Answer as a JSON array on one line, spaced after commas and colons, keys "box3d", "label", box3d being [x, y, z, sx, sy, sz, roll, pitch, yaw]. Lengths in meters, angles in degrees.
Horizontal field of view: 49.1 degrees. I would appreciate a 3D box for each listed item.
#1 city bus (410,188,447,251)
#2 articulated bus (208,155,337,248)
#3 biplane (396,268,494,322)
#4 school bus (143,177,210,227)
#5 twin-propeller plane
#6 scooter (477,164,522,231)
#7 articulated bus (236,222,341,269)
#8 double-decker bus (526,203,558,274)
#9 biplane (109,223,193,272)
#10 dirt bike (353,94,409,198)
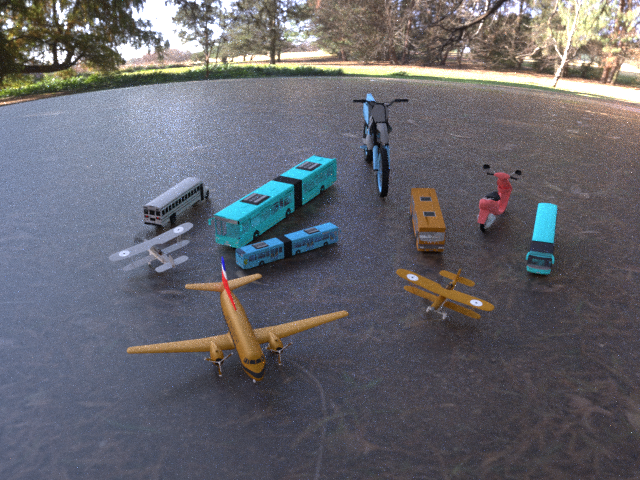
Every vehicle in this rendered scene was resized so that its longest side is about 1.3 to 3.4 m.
[{"box3d": [1.751, -0.339, 11.499, 0.476, 0.460, 1.674, 1, 26, 2], "label": "city bus"}, {"box3d": [-0.682, -0.751, 12.239, 0.605, 0.561, 3.401, 13, 29, 25], "label": "articulated bus"}, {"box3d": [1.690, 0.708, 9.272, 1.336, 0.504, 1.090, 14, 29, 26], "label": "biplane"}, {"box3d": [-2.474, -0.705, 12.289, 0.365, 0.434, 1.708, 9, 27, 18], "label": "school bus"}, {"box3d": [-0.980, 0.949, 8.439, 2.663, 0.792, 2.129, -8, 27, -16], "label": "twin-propeller plane"}, {"box3d": [2.977, -0.746, 11.816, 0.662, 0.919, 1.399, 15, 29, 28], "label": "scooter"}, {"box3d": [-0.474, 0.079, 10.828, 1.749, 0.289, 0.311, -17, 30, -31], "label": "articulated bus"}, {"box3d": [3.426, -0.026, 10.755, 0.389, 0.541, 1.672, 9, 27, 17], "label": "double-decker bus"}, {"box3d": [-2.392, 0.206, 10.315, 1.336, 0.504, 1.090, -18, 31, -33], "label": "biplane"}, {"box3d": [1.099, -1.994, 13.548, 1.024, 1.666, 2.903, -1, 26, -3], "label": "dirt bike"}]
